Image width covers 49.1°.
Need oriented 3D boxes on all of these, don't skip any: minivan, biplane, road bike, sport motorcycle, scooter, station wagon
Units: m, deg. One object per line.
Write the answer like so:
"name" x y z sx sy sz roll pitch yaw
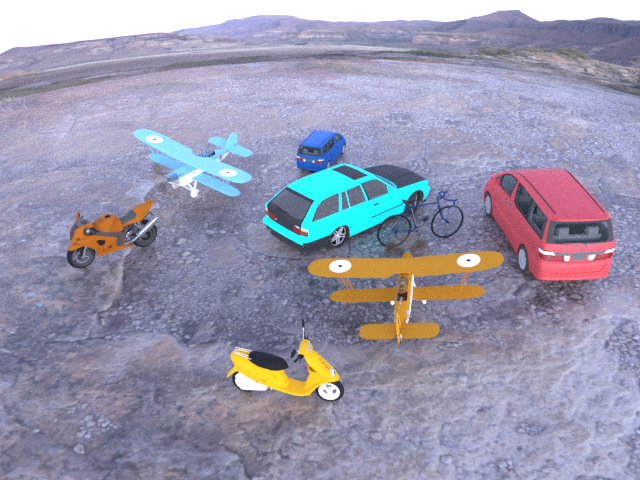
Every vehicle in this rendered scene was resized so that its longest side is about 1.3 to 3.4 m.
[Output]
"minivan" 3.548 -0.485 11.160 1.324 1.197 3.011 -2 30 -4
"biplane" 1.065 0.711 9.299 2.598 0.981 2.120 5 30 8
"biplane" -2.164 -1.430 13.018 2.598 0.981 2.120 17 34 27
"road bike" 1.632 -0.330 11.236 1.545 0.852 0.358 -10 31 -17
"sport motorcycle" -3.224 -0.107 10.880 1.520 0.821 0.506 -22 36 -33
"scooter" -0.407 1.447 8.082 1.399 0.919 0.662 5 30 8
"station wagon" 0.544 -0.763 11.919 3.105 0.920 1.327 -24 37 -35
"minivan" 0.050 -1.888 14.179 0.681 0.616 1.548 11 32 18
